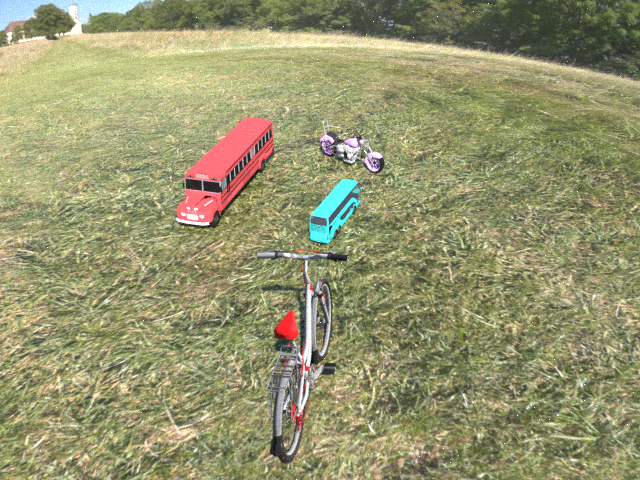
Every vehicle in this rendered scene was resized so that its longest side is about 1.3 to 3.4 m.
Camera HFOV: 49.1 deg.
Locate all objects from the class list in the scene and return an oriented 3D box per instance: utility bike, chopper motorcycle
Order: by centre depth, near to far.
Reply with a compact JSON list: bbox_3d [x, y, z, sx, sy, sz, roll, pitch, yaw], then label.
[{"bbox_3d":[-0.262,1.081,7.847,1.039,1.839,2.791,6,31,10],"label":"utility bike"},{"bbox_3d":[0.627,-1.876,13.985,1.563,0.761,0.466,23,37,34],"label":"chopper motorcycle"}]

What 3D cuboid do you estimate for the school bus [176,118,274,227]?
[{"bbox_3d":[-1.697,-1.301,12.918,0.709,0.844,3.322,8,31,13],"label":"school bus"}]

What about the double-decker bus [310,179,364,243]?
[{"bbox_3d":[0.288,-0.527,11.891,0.389,0.541,1.672,12,32,19],"label":"double-decker bus"}]
